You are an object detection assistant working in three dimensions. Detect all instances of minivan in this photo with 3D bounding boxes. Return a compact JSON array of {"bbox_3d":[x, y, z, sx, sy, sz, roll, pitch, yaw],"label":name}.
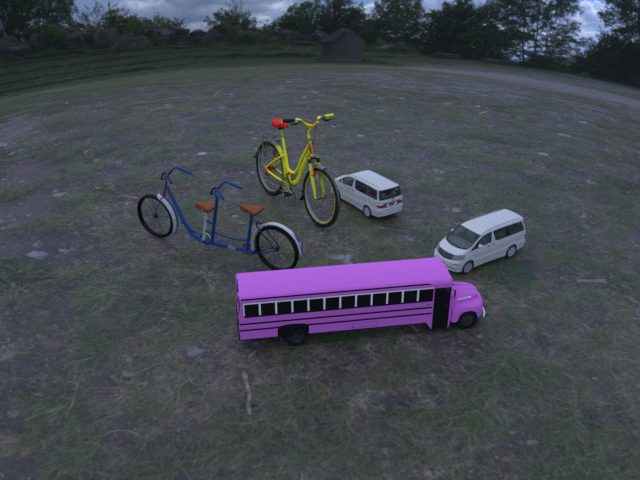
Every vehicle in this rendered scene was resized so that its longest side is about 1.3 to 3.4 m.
[{"bbox_3d":[0.827,-0.920,12.760,0.681,0.616,1.548,-17,32,-30],"label":"minivan"},{"bbox_3d":[2.515,0.004,10.998,1.548,0.616,0.681,-17,32,-29],"label":"minivan"}]

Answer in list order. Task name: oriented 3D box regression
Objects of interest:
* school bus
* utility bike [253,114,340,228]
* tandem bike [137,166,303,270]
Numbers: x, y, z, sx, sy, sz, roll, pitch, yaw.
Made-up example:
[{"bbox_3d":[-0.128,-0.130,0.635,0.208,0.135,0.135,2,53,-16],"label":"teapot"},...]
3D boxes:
[{"bbox_3d":[0.559,0.780,9.274,3.322,0.844,0.709,-4,28,-8],"label":"school bus"},{"bbox_3d":[-0.392,-1.432,12.420,1.039,1.839,2.791,-18,33,-30],"label":"utility bike"},{"bbox_3d":[-1.656,-0.358,10.925,3.192,1.326,0.550,14,31,25],"label":"tandem bike"}]
